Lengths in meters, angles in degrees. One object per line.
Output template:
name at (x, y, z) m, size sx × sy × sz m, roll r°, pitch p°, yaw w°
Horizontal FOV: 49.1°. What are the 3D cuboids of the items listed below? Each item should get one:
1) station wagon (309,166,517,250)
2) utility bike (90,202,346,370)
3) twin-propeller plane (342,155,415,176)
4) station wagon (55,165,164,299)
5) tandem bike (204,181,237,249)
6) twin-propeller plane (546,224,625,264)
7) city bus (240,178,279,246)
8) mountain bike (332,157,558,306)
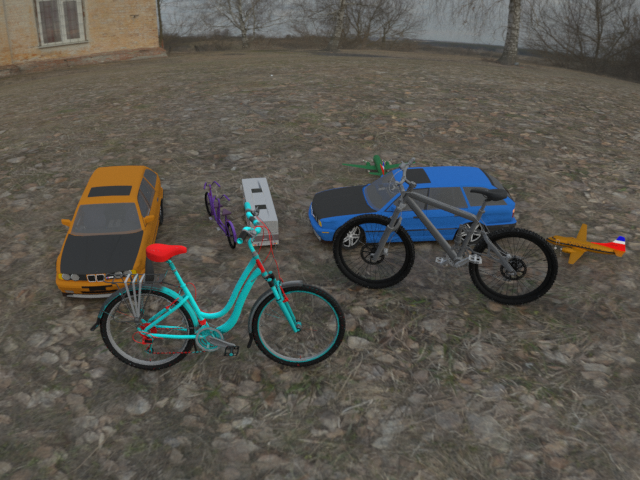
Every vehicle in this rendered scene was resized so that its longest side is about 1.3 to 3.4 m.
station wagon at (1.374, -0.565, 10.710) m, size 3.105 × 0.920 × 1.327 m, roll -2°, pitch 28°, yaw -4°
utility bike at (-1.115, 0.562, 7.584) m, size 2.791 × 1.839 × 1.039 m, roll -1°, pitch 28°, yaw -1°
twin-propeller plane at (1.095, -1.403, 12.852) m, size 1.370 × 0.407 × 1.095 m, roll -2°, pitch 28°, yaw -3°
station wagon at (-2.992, -0.270, 10.149) m, size 1.327 × 0.920 × 3.105 m, roll -3°, pitch 28°, yaw -5°
tandem bike at (-1.545, -0.437, 10.724) m, size 0.283 × 0.682 × 1.642 m, roll -12°, pitch 30°, yaw -21°
twin-propeller plane at (3.836, 0.035, 10.120) m, size 1.095 × 0.407 × 1.370 m, roll 13°, pitch 30°, yaw 23°
city bus at (-0.951, -0.442, 10.971) m, size 0.476 × 0.460 × 1.674 m, roll -5°, pitch 28°, yaw -9°
mountain bike at (1.562, -0.018, 8.847) m, size 2.857 × 1.688 × 1.114 m, roll 6°, pitch 28°, yaw 11°
